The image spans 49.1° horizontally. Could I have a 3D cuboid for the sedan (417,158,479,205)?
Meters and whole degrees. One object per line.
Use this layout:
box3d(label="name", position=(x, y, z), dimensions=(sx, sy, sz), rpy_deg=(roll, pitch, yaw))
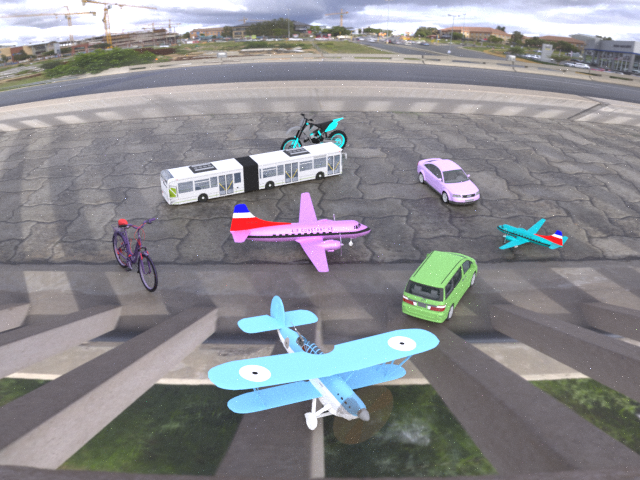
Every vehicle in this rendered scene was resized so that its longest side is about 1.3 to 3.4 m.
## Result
box3d(label="sedan", position=(2.296, -1.112, 12.579), dimensions=(0.635, 0.483, 1.613), rpy_deg=(-9, 29, -16))

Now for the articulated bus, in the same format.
box3d(label="articulated bus", position=(-1.154, -1.228, 12.718), dimensions=(3.401, 0.561, 0.605), rpy_deg=(-13, 30, -23))

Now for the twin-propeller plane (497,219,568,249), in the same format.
box3d(label="twin-propeller plane", position=(3.204, -0.099, 10.719), dimensions=(1.095, 0.407, 1.370), rpy_deg=(23, 35, 37))

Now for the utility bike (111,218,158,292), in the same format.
box3d(label="utility bike", position=(-2.579, 0.091, 9.772), dimensions=(0.535, 0.946, 1.435), rpy_deg=(-20, 34, -34))

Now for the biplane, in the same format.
box3d(label="biplane", position=(-0.029, 1.288, 7.438), dimensions=(2.598, 0.981, 2.120), rpy_deg=(-15, 31, -26))

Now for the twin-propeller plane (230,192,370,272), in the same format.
box3d(label="twin-propeller plane", position=(-0.282, -0.222, 10.539), dimensions=(2.129, 0.792, 2.663), rpy_deg=(-3, 28, -6))

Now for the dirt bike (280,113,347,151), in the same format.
box3d(label="dirt bike", position=(-0.109, -2.090, 14.051), dimensions=(1.493, 0.857, 0.527), rpy_deg=(-13, 30, -24))

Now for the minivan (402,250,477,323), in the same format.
box3d(label="minivan", position=(1.633, 0.508, 9.329), dimensions=(0.681, 0.616, 1.548), rpy_deg=(14, 31, 25))
